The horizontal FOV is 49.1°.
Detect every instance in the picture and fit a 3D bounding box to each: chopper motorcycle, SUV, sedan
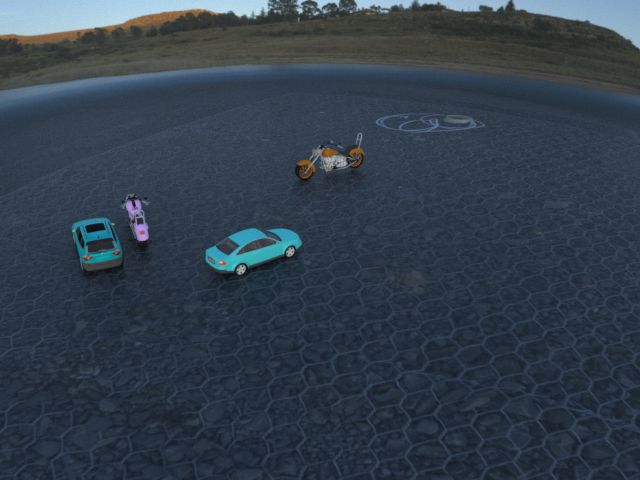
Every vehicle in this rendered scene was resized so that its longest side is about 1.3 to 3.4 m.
[{"bbox_3d":[0.212,-1.692,14.163,1.563,0.761,0.466,-14,30,-25],"label":"chopper motorcycle"},{"bbox_3d":[-3.555,-0.025,11.122,0.656,0.580,1.572,-11,29,-21],"label":"SUV"},{"bbox_3d":[-1.021,0.093,10.998,1.613,0.483,0.635,-19,33,-33],"label":"sedan"},{"bbox_3d":[-3.086,-0.429,11.710,0.466,0.761,1.563,-10,29,-19],"label":"chopper motorcycle"}]
